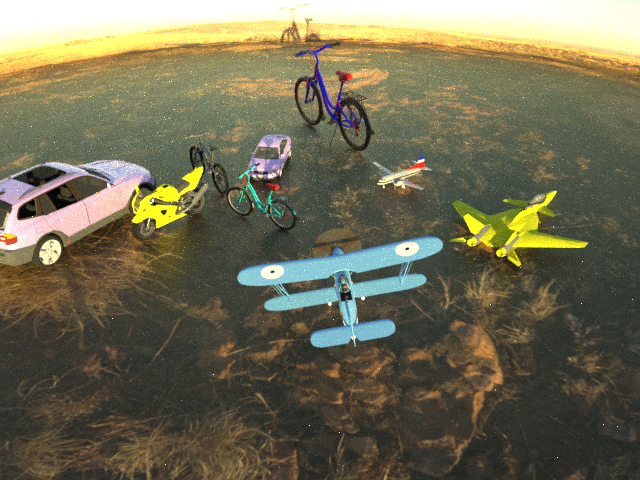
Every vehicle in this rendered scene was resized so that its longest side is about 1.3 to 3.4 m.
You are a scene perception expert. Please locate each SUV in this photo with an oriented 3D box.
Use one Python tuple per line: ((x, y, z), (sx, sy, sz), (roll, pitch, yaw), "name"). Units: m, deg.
((-3.913, -0.640, 10.801), (1.276, 1.128, 3.058), (17, 34, 27), "SUV")

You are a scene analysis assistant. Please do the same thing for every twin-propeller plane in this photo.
((1.455, -1.207, 12.484), (1.095, 0.407, 1.370), (-19, 35, -29), "twin-propeller plane")

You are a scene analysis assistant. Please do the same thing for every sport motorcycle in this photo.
((-2.372, -0.581, 11.004), (0.506, 0.821, 1.520), (21, 36, 32), "sport motorcycle")

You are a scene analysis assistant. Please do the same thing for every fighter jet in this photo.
((3.228, -0.478, 11.088), (2.229, 0.557, 2.640), (22, 37, 33), "fighter jet")

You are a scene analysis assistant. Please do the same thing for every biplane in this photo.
((0.272, 0.659, 8.727), (2.598, 0.981, 2.120), (-2, 30, -4), "biplane")

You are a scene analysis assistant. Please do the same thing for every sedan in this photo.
((-0.935, -1.603, 13.084), (0.635, 0.483, 1.613), (4, 31, 7), "sedan")

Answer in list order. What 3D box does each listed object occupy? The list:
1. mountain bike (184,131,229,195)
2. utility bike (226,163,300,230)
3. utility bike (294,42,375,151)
((-1.976, -1.379, 12.322), (0.573, 0.868, 1.469), (-19, 35, -29), "mountain bike")
((-0.955, -0.653, 11.003), (1.435, 0.946, 0.535), (18, 35, 28), "utility bike")
((0.147, -2.872, 13.911), (1.039, 1.839, 2.791), (-18, 35, -28), "utility bike")
